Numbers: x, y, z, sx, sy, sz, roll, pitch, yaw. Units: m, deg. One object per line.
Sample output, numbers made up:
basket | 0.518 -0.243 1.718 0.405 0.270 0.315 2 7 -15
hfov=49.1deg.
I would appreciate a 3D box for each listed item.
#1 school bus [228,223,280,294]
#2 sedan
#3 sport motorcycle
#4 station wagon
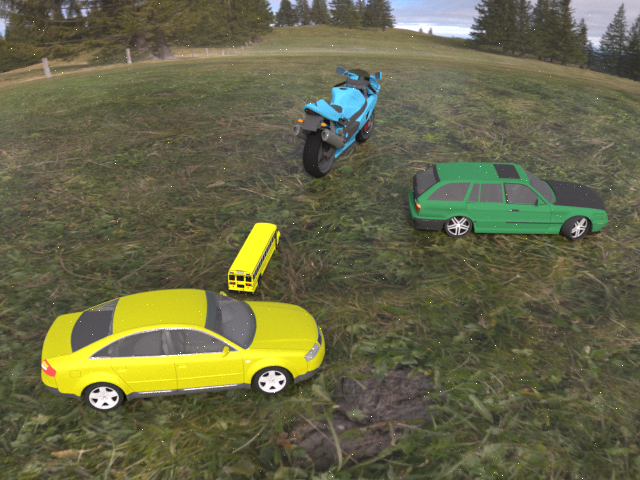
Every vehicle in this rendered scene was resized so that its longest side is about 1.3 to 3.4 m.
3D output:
school bus | -0.915 0.201 10.104 0.365 0.434 1.708 5 29 9
sedan | -1.507 1.109 7.906 3.137 0.940 1.235 -4 29 -7
sport motorcycle | 0.425 -2.332 13.547 0.983 1.596 2.955 13 31 23
station wagon | 3.005 -0.691 11.235 3.105 0.920 1.327 1 29 2
